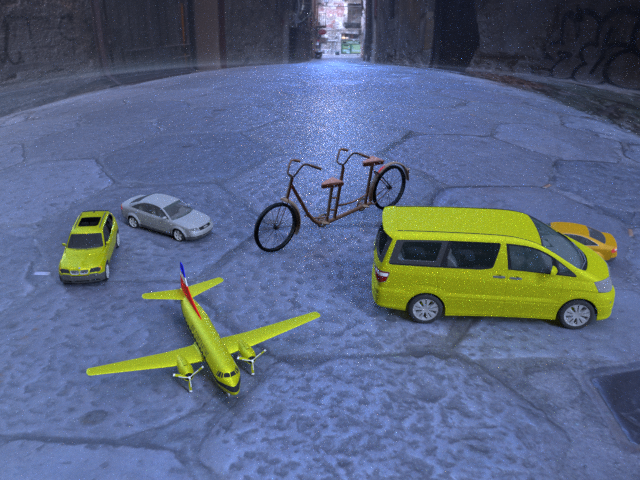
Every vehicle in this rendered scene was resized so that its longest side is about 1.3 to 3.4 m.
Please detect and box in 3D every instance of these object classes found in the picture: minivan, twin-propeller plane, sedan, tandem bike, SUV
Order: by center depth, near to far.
[{"bbox_3d":[-1.296,0.995,7.894,2.663,0.792,2.129,-12,29,-22],"label":"twin-propeller plane"},{"bbox_3d":[2.172,0.285,8.842,3.011,1.197,1.324,2,27,4],"label":"minivan"},{"bbox_3d":[-3.271,0.066,9.952,0.656,0.580,1.572,-3,27,-5],"label":"SUV"},{"bbox_3d":[3.461,0.016,10.157,1.613,0.483,0.635,5,27,10],"label":"sedan"},{"bbox_3d":[0.279,-0.774,10.780,3.192,1.326,0.550,-21,34,-35],"label":"tandem bike"},{"bbox_3d":[-2.411,-0.412,10.998,1.613,0.483,0.635,15,31,27],"label":"sedan"}]
